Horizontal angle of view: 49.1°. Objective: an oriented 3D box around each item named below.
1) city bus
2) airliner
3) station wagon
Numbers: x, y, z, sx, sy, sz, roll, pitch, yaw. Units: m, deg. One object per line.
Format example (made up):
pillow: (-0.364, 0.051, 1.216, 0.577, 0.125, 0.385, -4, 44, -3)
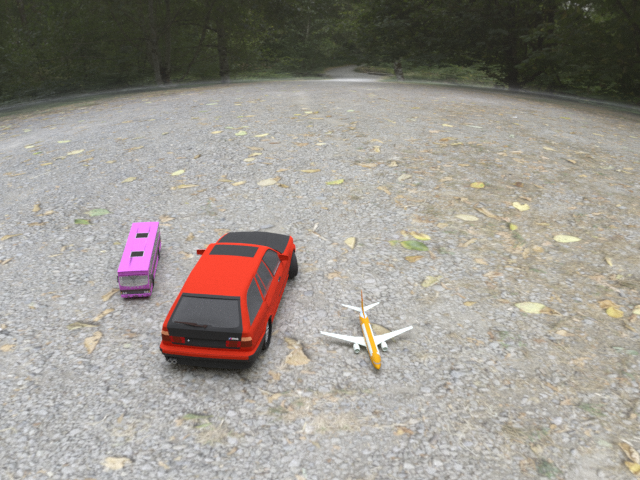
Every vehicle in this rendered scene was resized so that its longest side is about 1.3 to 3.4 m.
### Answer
city bus: (-2.624, 0.275, 10.280, 0.476, 0.460, 1.674, -3, 25, -6)
airliner: (0.602, 1.097, 8.574, 1.161, 0.429, 1.307, -3, 25, -6)
station wagon: (-1.092, 0.512, 9.240, 1.327, 0.920, 3.105, 3, 25, 7)
